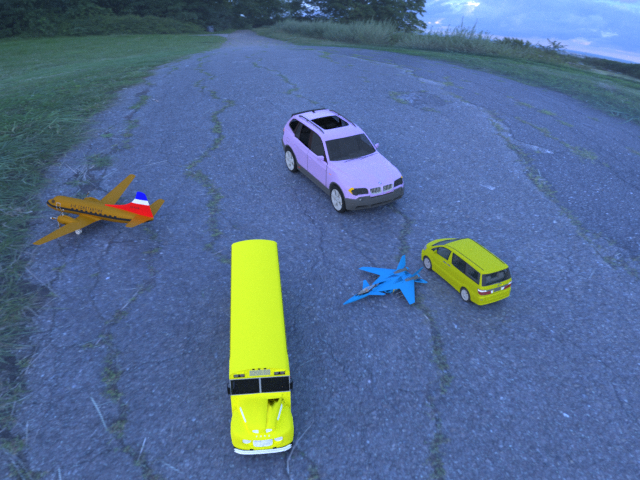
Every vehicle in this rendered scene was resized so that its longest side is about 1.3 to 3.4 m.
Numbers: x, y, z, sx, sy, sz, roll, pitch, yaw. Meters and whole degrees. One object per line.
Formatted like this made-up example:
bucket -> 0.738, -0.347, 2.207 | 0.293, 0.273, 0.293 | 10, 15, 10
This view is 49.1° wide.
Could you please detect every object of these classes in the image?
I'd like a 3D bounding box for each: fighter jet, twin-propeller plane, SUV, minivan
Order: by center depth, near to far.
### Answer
fighter jet -> 0.870, 0.624, 10.100 | 1.358, 0.286, 1.147 | -20, 36, -31
minivan -> 2.110, 0.344, 10.250 | 0.681, 0.616, 1.548 | -14, 33, -23
twin-propeller plane -> -3.699, -0.580, 11.647 | 2.129, 0.792, 2.663 | 11, 32, 17
SUV -> 0.354, -1.561, 12.982 | 1.276, 1.128, 3.058 | -15, 34, -24

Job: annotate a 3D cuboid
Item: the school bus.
school bus -> -0.760, 1.173, 8.618 | 0.709, 0.844, 3.322 | -3, 31, -5
